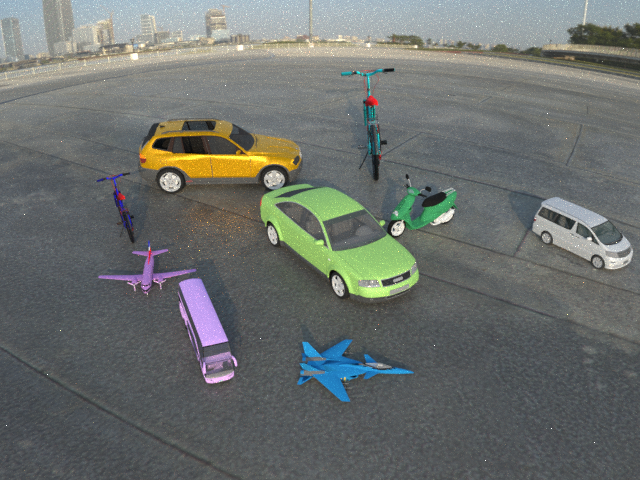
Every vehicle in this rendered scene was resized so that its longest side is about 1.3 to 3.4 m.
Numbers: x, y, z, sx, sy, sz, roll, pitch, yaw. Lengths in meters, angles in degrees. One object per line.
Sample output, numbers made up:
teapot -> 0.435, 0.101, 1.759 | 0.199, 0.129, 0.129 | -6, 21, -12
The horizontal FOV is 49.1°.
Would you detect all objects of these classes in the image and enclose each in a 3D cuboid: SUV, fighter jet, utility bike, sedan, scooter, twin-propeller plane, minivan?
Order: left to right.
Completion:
utility bike -> -3.234, -0.549, 11.269 | 0.535, 0.946, 1.435 | -12, 31, -21
twin-propeller plane -> -2.474, 0.405, 10.070 | 1.370, 0.407, 1.095 | -4, 29, -7
SUV -> -1.853, -1.633, 13.081 | 3.058, 1.128, 1.276 | -1, 28, -3
sedan -> 0.217, -0.116, 10.475 | 1.235, 0.940, 3.137 | -17, 33, -29
fighter jet -> 0.430, 1.463, 8.241 | 1.358, 0.286, 1.147 | 2, 28, 3
utility bike -> 0.924, -2.354, 13.666 | 1.039, 1.839, 2.791 | 0, 28, 0
scooter -> 1.688, -0.574, 11.344 | 1.399, 0.919, 0.662 | -15, 32, -26
minivan -> 4.065, -0.114, 10.812 | 0.681, 0.616, 1.548 | -19, 34, -31

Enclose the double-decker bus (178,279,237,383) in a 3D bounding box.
double-decker bus -> -1.423, 1.105, 8.635 | 0.389, 0.541, 1.672 | -10, 30, -18
